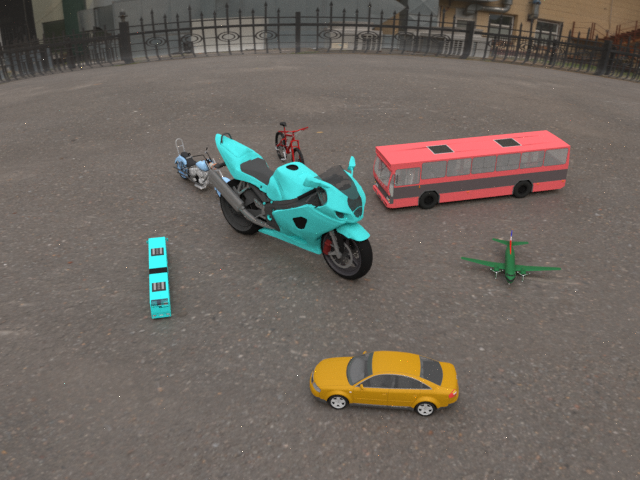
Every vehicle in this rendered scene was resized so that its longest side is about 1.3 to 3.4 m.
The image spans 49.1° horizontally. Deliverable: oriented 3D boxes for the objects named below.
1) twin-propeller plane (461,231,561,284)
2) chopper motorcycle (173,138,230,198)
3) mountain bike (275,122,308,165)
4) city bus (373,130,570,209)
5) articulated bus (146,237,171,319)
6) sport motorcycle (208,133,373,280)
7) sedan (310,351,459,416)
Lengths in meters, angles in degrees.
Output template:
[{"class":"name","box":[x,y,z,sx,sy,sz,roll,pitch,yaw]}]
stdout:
[{"class":"twin-propeller plane","box":[2.692,0.254,9.891,1.370,0.407,1.095,6,30,11]},{"class":"chopper motorcycle","box":[-2.030,-1.226,12.175,0.466,0.761,1.563,-26,38,-38]},{"class":"mountain bike","box":[-0.574,-1.730,12.966,0.573,0.868,1.469,-11,31,-19]},{"class":"city bus","box":[2.576,-1.191,11.976,3.255,0.894,0.926,-7,30,-12]},{"class":"articulated bus","box":[-2.207,0.480,9.609,0.311,0.289,1.749,-6,30,-11]},{"class":"sport motorcycle","box":[-0.434,-0.516,10.049,2.955,1.596,0.983,23,36,35]},{"class":"sedan","box":[0.692,1.495,7.594,1.613,0.483,0.635,3,29,5]}]
